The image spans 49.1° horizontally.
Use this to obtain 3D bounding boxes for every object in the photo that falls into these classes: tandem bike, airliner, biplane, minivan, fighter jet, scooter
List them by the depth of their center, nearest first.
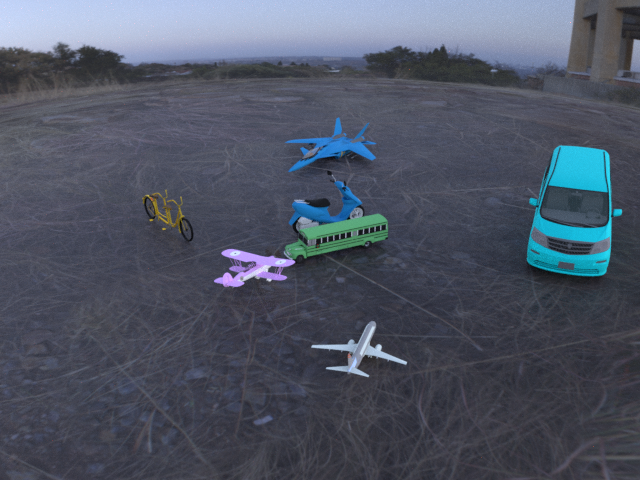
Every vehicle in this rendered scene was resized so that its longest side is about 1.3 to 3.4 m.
[{"bbox_3d":[0.498,1.212,8.383,1.161,0.429,1.307,8,27,16],"label":"airliner"},{"bbox_3d":[-0.998,0.434,9.923,1.336,0.504,1.090,18,31,34],"label":"biplane"},{"bbox_3d":[4.032,-0.522,11.121,1.324,1.197,3.011,9,27,18],"label":"minivan"},{"bbox_3d":[0.132,-0.607,11.622,1.399,0.919,0.662,-12,28,-23],"label":"scooter"},{"bbox_3d":[-2.556,-0.493,11.657,0.283,0.682,1.642,-20,32,-36],"label":"tandem bike"},{"bbox_3d":[0.083,-1.998,14.951,2.229,0.557,2.640,15,30,29],"label":"fighter jet"}]

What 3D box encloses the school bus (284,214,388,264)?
[{"bbox_3d":[0.255,-0.035,10.987,1.708,0.434,0.365,-12,28,-24],"label":"school bus"}]
